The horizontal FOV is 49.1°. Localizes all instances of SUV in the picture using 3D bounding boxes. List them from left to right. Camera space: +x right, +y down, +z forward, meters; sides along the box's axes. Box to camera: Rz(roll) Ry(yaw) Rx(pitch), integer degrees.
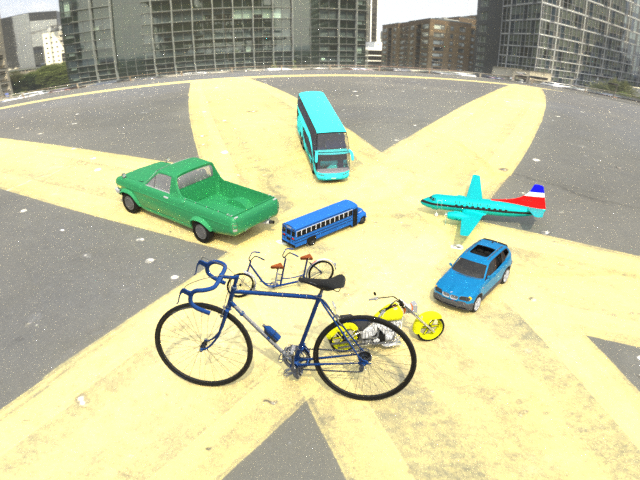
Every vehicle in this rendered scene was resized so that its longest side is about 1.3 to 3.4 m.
[{"bbox_3d":[2.236,0.466,10.111,0.656,0.580,1.572,19,33,32],"label":"SUV"}]

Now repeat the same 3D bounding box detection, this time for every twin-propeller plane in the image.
[{"bbox_3d":[2.806,-0.681,12.116,2.129,0.792,2.663,7,28,14],"label":"twin-propeller plane"}]

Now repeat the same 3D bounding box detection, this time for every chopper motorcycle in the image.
[{"bbox_3d":[0.838,1.018,8.836,1.563,0.761,0.466,-7,28,-13],"label":"chopper motorcycle"}]

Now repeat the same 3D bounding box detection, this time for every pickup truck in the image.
[{"bbox_3d":[-2.200,-0.821,12.168,3.117,0.993,1.244,20,33,33],"label":"pickup truck"}]

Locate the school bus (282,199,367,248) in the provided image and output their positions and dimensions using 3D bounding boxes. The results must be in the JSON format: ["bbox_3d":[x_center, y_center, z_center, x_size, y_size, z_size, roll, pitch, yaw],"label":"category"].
[{"bbox_3d":[0.114,-0.306,11.775,1.708,0.434,0.365,-23,35,-37],"label":"school bus"}]

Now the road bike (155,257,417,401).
[{"bbox_3d":[-0.420,1.048,7.797,3.004,1.656,0.697,4,27,7],"label":"road bike"}]

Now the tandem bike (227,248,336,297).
[{"bbox_3d":[-0.539,0.434,10.061,1.642,0.682,0.283,-8,28,-16],"label":"tandem bike"}]

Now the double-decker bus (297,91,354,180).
[{"bbox_3d":[0.031,-2.234,14.857,0.756,1.052,3.251,-4,27,-8],"label":"double-decker bus"}]
